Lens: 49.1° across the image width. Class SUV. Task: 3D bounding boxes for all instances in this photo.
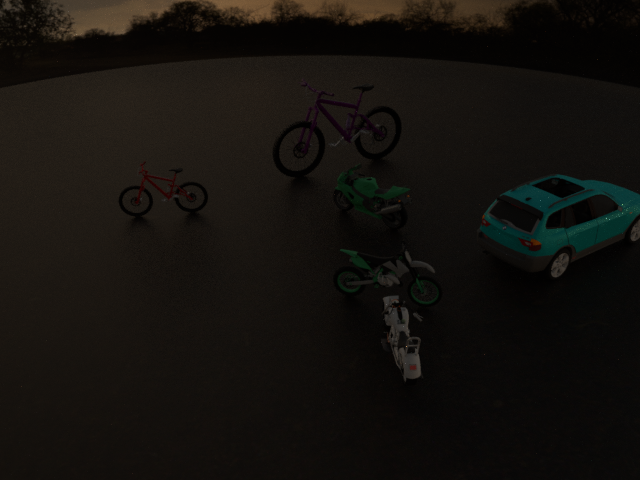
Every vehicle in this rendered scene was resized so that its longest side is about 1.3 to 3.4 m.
[{"bbox_3d":[3.771,-0.400,10.610,3.058,1.128,1.276,-19,34,-30],"label":"SUV"}]

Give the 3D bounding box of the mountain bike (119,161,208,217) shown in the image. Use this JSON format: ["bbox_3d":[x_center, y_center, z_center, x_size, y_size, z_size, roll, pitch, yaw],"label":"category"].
[{"bbox_3d":[-2.619,-0.822,11.660,1.469,0.868,0.573,-5,29,-9],"label":"mountain bike"}]

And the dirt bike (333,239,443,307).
[{"bbox_3d":[0.900,0.451,9.328,1.493,0.857,0.527,8,29,14],"label":"dirt bike"}]

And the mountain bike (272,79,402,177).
[{"bbox_3d":[0.378,-2.162,13.268,2.857,1.688,1.114,-15,32,-26],"label":"mountain bike"}]

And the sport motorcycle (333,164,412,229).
[{"bbox_3d":[0.823,-0.707,11.498,1.520,0.821,0.506,22,35,34],"label":"sport motorcycle"}]

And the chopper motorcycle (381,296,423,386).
[{"bbox_3d":[0.949,1.049,8.328,0.466,0.761,1.563,-3,29,-5],"label":"chopper motorcycle"}]
